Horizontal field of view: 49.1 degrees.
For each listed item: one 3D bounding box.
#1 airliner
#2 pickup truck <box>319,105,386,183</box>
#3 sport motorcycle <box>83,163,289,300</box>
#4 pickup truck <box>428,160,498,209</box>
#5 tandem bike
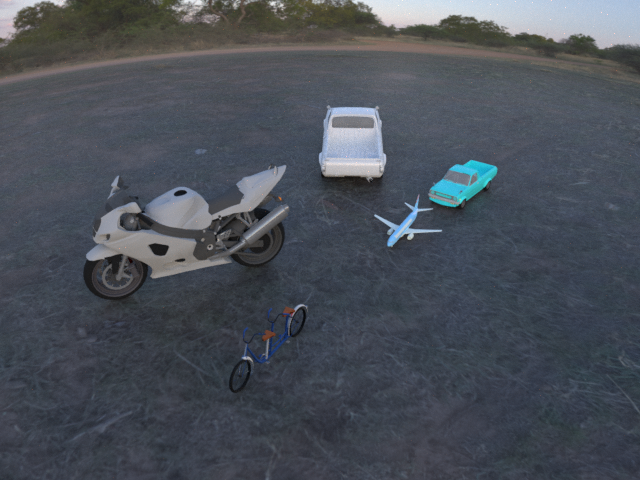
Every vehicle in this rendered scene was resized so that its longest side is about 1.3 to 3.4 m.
[{"bbox_3d":[1.349,-0.299,11.181,1.161,0.429,1.307,14,32,24],"label":"airliner"},{"bbox_3d":[0.637,-2.013,13.660,1.244,0.993,3.117,1,29,2],"label":"pickup truck"},{"bbox_3d":[-1.811,-0.127,9.683,2.955,1.596,0.983,-14,32,-23],"label":"sport motorcycle"},{"bbox_3d":[2.564,-1.059,12.453,0.640,0.511,1.603,21,35,32],"label":"pickup truck"},{"bbox_3d":[-0.584,1.159,8.326,0.283,0.682,1.642,16,33,26],"label":"tandem bike"}]
